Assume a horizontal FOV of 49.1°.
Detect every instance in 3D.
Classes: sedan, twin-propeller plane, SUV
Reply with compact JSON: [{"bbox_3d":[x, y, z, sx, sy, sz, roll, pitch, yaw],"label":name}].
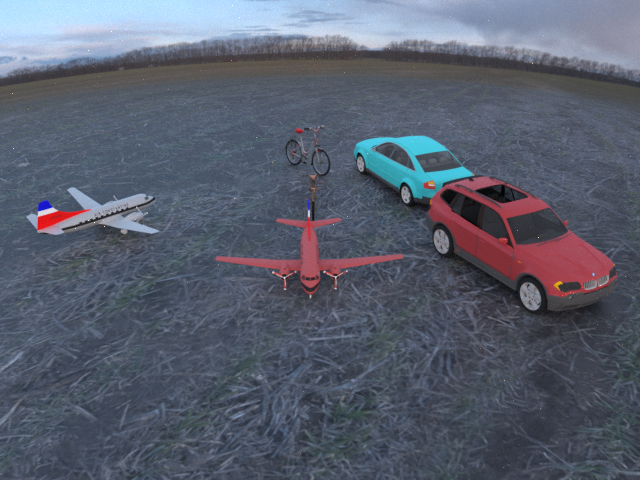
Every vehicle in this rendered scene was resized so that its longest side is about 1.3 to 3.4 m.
[{"bbox_3d":[1.695,-1.491,13.257,1.235,0.940,3.137,-11,28,-22],"label":"sedan"},{"bbox_3d":[-0.150,0.112,10.081,2.663,0.792,2.129,-1,26,-1],"label":"twin-propeller plane"},{"bbox_3d":[-3.584,-0.508,11.375,2.663,0.792,2.129,23,34,39],"label":"twin-propeller plane"},{"bbox_3d":[2.790,-0.053,10.036,1.276,1.128,3.058,-13,29,-26],"label":"SUV"}]

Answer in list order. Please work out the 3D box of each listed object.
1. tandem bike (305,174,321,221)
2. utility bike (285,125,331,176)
[{"bbox_3d":[-0.120,-0.819,12.153,0.283,0.682,1.642,0,26,-1],"label":"tandem bike"},{"bbox_3d":[-0.228,-1.872,14.046,0.535,0.946,1.435,-21,32,-36],"label":"utility bike"}]
